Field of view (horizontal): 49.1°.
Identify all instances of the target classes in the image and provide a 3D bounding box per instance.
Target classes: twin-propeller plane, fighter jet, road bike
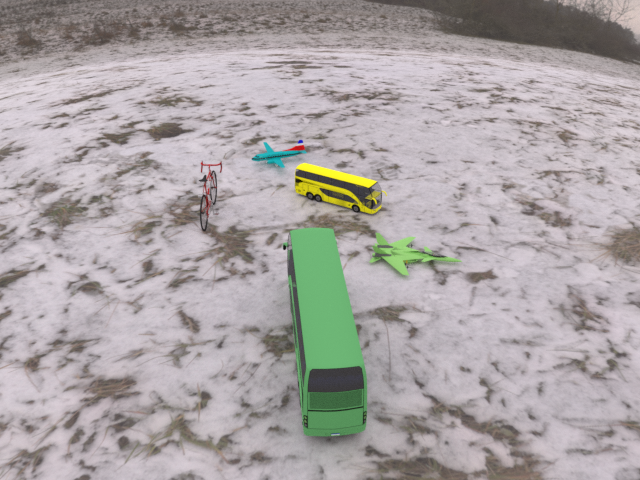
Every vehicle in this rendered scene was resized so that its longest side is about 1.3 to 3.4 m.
[{"bbox_3d":[-0.813,-1.714,13.694,1.095,0.407,1.370,-10,31,-16],"label":"twin-propeller plane"},{"bbox_3d":[1.451,0.176,10.475,1.358,0.286,1.147,6,30,10],"label":"fighter jet"},{"bbox_3d":[-1.847,-0.779,11.589,0.358,0.852,1.545,1,29,1],"label":"road bike"}]

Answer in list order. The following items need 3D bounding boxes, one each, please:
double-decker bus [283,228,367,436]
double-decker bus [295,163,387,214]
[{"bbox_3d":[0.008,0.902,8.414,0.756,1.052,3.251,-3,30,-5],"label":"double-decker bus"},{"bbox_3d":[0.327,-0.885,12.093,1.672,0.541,0.389,17,34,28],"label":"double-decker bus"}]
